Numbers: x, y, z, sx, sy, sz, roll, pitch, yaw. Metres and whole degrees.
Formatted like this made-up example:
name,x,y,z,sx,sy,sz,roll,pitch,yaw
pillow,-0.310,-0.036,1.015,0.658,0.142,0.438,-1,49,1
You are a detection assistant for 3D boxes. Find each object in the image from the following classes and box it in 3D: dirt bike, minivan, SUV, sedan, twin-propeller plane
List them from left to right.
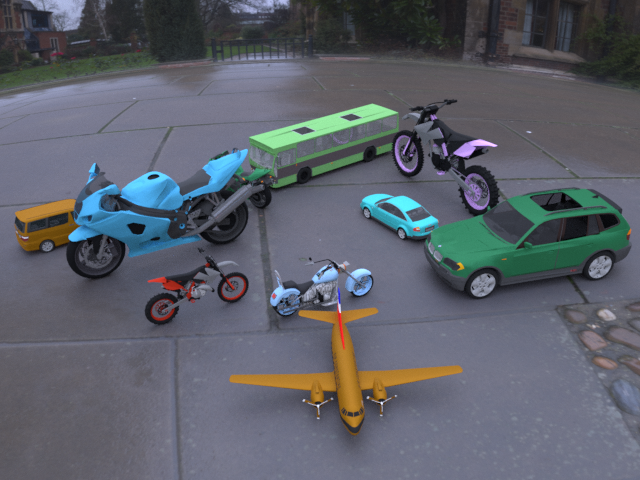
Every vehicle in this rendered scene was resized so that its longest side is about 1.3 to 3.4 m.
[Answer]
name,x,y,z,sx,sy,sz,roll,pitch,yaw
minivan,-4.118,-0.305,11.376,1.548,0.616,0.681,-19,34,-31
dirt bike,-1.656,0.616,9.441,1.493,0.857,0.527,-15,32,-26
twin-propeller plane,0.294,1.382,8.108,2.663,0.792,2.129,-2,29,-3
sedan,1.318,-0.480,11.834,0.635,0.483,1.613,-19,34,-30
dirt bike,2.197,-1.580,12.612,1.024,1.666,2.903,-16,33,-27
SUV,3.082,-0.050,10.376,3.058,1.128,1.276,-7,30,-13

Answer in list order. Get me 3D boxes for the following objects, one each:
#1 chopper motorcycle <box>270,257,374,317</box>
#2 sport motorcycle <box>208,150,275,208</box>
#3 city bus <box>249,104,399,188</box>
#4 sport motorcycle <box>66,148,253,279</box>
name,x,y,z,sx,sy,sz,roll,pitch,yaw
chopper motorcycle,0.047,0.582,9.603,1.563,0.761,0.466,-14,32,-24
sport motorcycle,-1.485,-1.076,12.573,1.520,0.821,0.506,17,33,28
city bus,0.142,-1.892,13.987,3.255,0.894,0.926,-22,35,-34
sport motorcycle,-2.387,-0.425,10.573,2.955,1.596,0.983,-17,33,-28
